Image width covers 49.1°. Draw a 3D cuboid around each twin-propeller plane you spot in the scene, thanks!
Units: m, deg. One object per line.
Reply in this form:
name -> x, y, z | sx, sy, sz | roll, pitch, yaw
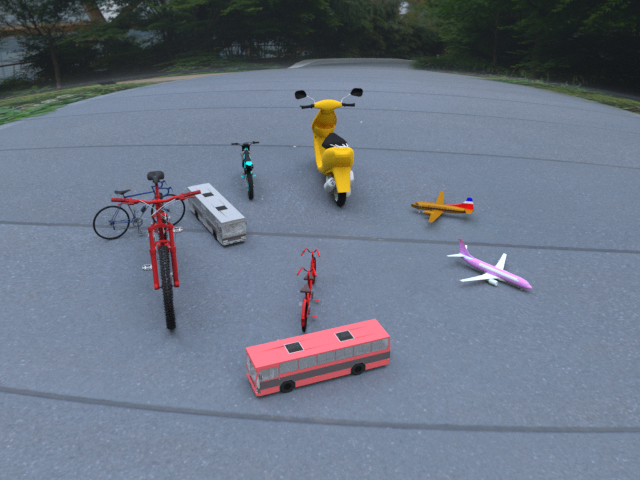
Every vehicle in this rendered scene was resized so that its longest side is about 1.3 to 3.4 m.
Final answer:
twin-propeller plane -> 2.123, -0.606, 12.168 | 1.095, 0.407, 1.370 | 8, 28, 15

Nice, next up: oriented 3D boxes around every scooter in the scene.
scooter -> 0.214, -1.854, 13.094 | 1.288, 1.786, 2.721 | -4, 27, -8

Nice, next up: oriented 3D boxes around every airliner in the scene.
airliner -> 2.534, 0.363, 10.251 | 1.161, 0.429, 1.307 | -24, 36, -39

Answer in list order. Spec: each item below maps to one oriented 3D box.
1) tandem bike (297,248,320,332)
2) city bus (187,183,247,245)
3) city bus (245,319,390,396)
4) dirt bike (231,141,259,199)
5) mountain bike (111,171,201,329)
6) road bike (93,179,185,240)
tandem bike -> -0.150, 0.601, 9.508 | 0.283, 0.682, 1.642 | 2, 27, 4
city bus -> -1.755, -0.438, 11.782 | 0.476, 0.460, 1.674 | -14, 30, -25
city bus -> -0.014, 1.384, 8.222 | 1.674, 0.460, 0.476 | -10, 29, -19
dirt bike -> -1.374, -1.384, 13.195 | 0.527, 0.857, 1.493 | -5, 27, -9
mountain bike -> -2.187, -0.051, 9.678 | 1.114, 1.688, 2.857 | -6, 28, -12
road bike -> -2.957, -0.499, 11.472 | 1.545, 0.852, 0.358 | -14, 30, -26
